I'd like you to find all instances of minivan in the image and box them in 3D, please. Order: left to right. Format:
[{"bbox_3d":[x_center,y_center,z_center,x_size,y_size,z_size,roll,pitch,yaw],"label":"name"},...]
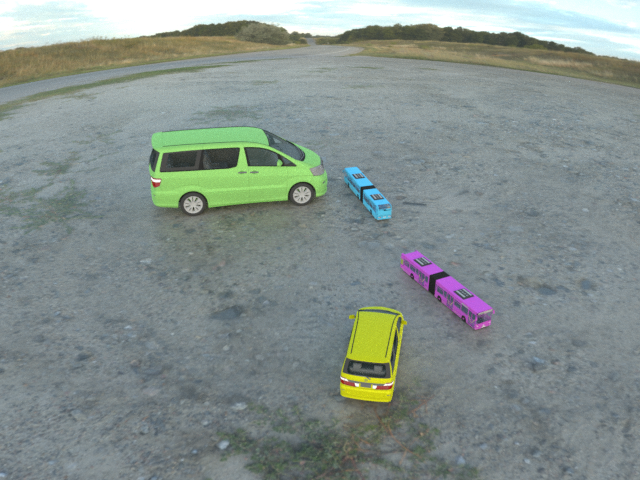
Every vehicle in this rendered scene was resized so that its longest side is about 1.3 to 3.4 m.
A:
[{"bbox_3d":[-1.375,-1.260,11.937,3.011,1.197,1.324,-6,29,-11],"label":"minivan"},{"bbox_3d":[0.621,1.176,7.987,0.681,0.616,1.548,5,28,9],"label":"minivan"}]

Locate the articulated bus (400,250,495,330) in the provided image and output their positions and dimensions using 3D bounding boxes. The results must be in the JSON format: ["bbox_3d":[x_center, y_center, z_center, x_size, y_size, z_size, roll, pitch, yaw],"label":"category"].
[{"bbox_3d":[1.652,0.631,9.355,0.311,0.289,1.749,-14,31,-24],"label":"articulated bus"}]

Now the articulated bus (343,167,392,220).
[{"bbox_3d":[0.802,-0.826,12.089,0.311,0.289,1.749,-8,29,-15],"label":"articulated bus"}]
